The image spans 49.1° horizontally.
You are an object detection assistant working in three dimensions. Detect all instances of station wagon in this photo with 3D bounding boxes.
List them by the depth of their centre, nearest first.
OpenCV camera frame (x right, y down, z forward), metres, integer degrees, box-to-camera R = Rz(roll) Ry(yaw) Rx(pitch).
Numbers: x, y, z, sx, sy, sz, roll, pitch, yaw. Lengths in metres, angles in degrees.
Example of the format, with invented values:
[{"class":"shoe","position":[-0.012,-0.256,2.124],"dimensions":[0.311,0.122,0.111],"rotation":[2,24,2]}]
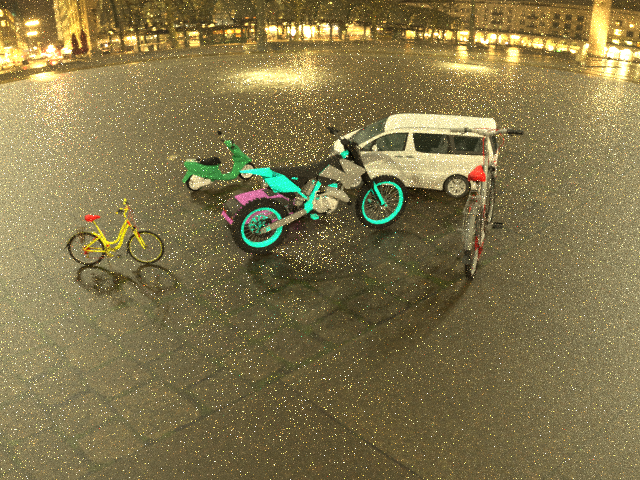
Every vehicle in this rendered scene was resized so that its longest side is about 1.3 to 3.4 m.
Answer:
[{"class":"station wagon","position":[-0.776,-0.575,11.414],"dimensions":[1.597,0.473,0.682],"rotation":[-15,32,-25]}]

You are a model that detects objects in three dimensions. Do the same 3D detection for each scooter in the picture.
[{"class":"scooter","position":[-1.798,-1.393,12.444],"dimensions":[1.399,0.919,0.662],"rotation":[-16,32,-26]}]

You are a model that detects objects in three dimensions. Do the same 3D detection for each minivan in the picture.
[{"class":"minivan","position":[1.643,-1.593,12.520],"dimensions":[3.011,1.197,1.324],"rotation":[5,29,10]}]

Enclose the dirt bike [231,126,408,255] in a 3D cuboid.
[{"class":"dirt bike","position":[0.047,-0.729,10.454],"dimensions":[2.903,1.666,1.024],"rotation":[-12,31,-20]}]

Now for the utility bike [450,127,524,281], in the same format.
[{"class":"utility bike","position":[2.276,-0.668,10.162],"dimensions":[1.039,1.839,2.791],"rotation":[10,30,17]}]

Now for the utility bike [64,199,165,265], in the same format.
[{"class":"utility bike","position":[-2.964,-0.091,10.039],"dimensions":[1.435,0.946,0.535],"rotation":[-1,29,-2]}]
